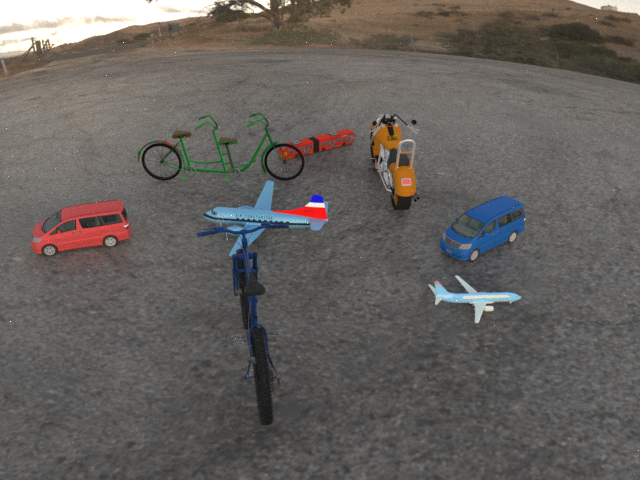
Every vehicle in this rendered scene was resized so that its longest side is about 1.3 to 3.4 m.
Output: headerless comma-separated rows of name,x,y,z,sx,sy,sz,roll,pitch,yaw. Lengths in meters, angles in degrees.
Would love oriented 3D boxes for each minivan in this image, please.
minivan,2.641,-0.200,11.326,1.548,0.616,0.681,-21,36,-32
minivan,-3.890,-0.216,11.354,1.548,0.616,0.681,-9,31,-15

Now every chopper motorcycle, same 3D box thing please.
chopper motorcycle,1.314,-1.697,13.041,0.906,1.480,3.040,-3,30,-5

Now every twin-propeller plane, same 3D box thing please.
twin-propeller plane,-0.921,-0.452,11.585,2.129,0.792,2.663,4,30,8

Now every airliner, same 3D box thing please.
airliner,2.222,0.738,9.900,1.307,0.429,1.161,-2,30,-3

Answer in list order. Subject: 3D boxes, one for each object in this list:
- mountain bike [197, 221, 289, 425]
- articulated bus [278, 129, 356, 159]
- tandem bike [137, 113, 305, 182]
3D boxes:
mountain bike,-0.828,0.832,8.487,1.114,1.688,2.857,-6,31,-10
articulated bus,-0.057,-2.029,14.797,1.749,0.289,0.311,-17,34,-27
tandem bike,-1.890,-1.726,13.245,3.192,1.326,0.550,0,30,1
